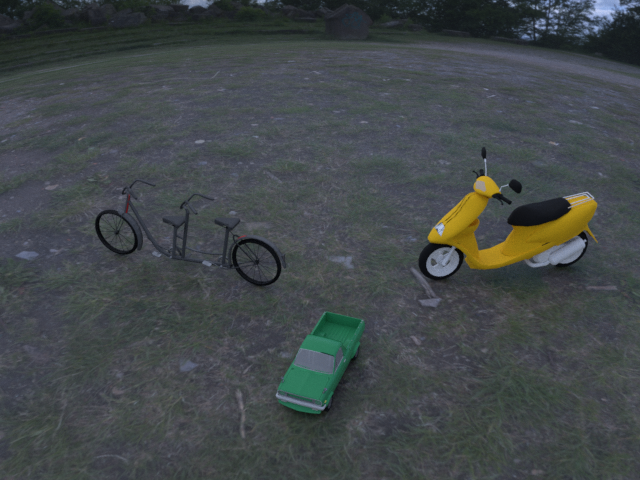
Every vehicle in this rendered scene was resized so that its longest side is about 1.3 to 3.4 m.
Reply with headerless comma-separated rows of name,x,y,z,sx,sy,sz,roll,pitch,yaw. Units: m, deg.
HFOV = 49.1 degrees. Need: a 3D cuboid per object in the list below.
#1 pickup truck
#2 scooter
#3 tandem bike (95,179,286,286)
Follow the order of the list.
pickup truck,0.041,1.391,8.390,0.640,0.511,1.603,11,32,18
scooter,2.755,-0.294,9.991,2.721,1.786,1.288,-5,31,-9
tandem bike,-1.967,-0.123,10.155,3.192,1.326,0.550,11,32,18
